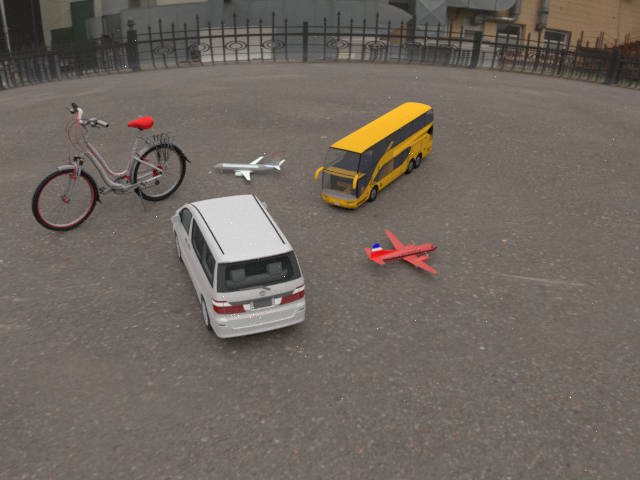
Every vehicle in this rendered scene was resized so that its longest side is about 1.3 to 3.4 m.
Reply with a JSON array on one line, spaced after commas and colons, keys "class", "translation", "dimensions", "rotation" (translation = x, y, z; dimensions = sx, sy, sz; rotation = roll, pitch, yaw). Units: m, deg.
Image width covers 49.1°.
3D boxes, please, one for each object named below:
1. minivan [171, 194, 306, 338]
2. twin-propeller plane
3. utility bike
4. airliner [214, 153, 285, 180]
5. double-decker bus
[{"class": "minivan", "translation": [-1.162, 0.082, 9.148], "dimensions": [1.324, 1.197, 3.011], "rotation": [-10, 29, -18]}, {"class": "twin-propeller plane", "translation": [1.192, 0.143, 9.883], "dimensions": [1.095, 0.407, 1.370], "rotation": [-11, 30, -21]}, {"class": "utility bike", "translation": [-3.155, -1.202, 10.911], "dimensions": [2.791, 1.839, 1.039], "rotation": [-24, 36, -37]}, {"class": "airliner", "translation": [-1.325, -1.416, 12.842], "dimensions": [1.307, 0.429, 1.161], "rotation": [3, 28, 7]}, {"class": "double-decker bus", "translation": [1.075, -1.529, 12.386], "dimensions": [0.756, 1.052, 3.251], "rotation": [16, 32, 28]}]
